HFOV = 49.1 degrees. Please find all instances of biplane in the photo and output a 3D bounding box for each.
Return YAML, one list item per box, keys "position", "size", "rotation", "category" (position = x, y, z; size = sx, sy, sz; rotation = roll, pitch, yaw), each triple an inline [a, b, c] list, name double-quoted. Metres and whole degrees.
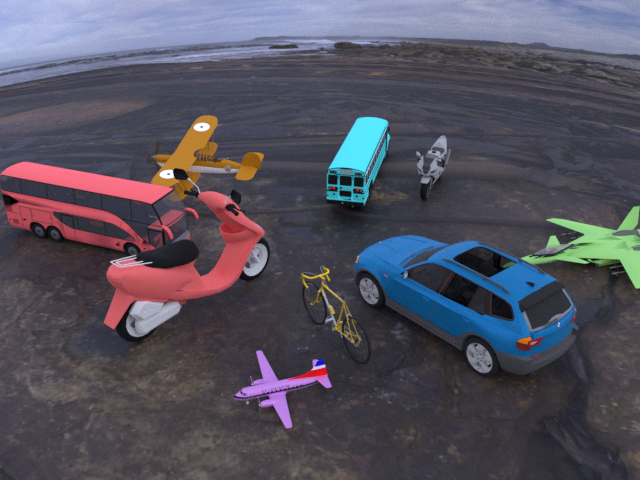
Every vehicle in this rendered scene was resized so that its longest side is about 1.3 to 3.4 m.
- position: [-2.100, -1.372, 12.740]
  size: [2.120, 0.981, 2.598]
  rotation: [5, 29, 10]
  category: "biplane"

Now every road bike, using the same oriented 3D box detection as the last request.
- position: [0.178, 0.895, 8.645]
  size: [0.358, 0.852, 1.545]
  rotation: [-16, 32, -28]
  category: "road bike"

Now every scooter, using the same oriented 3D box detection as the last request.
- position: [-1.646, 0.133, 9.077]
  size: [1.288, 1.786, 2.721]
  rotation: [22, 35, 35]
  category: "scooter"

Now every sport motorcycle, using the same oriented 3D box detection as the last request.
- position: [2.077, -1.340, 12.850]
  size: [0.506, 0.821, 1.520]
  rotation: [10, 30, 18]
  category: "sport motorcycle"

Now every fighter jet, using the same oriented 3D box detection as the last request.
- position: [3.936, 0.063, 10.511]
  size: [2.640, 0.557, 2.229]
  rotation: [-8, 29, -15]
  category: "fighter jet"

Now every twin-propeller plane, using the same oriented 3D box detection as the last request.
- position: [-0.433, 1.593, 7.813]
  size: [1.095, 0.407, 1.370]
  rotation: [-9, 29, -16]
  category: "twin-propeller plane"

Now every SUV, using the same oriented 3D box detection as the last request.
- position: [1.750, 0.588, 8.925]
  size: [1.276, 1.128, 3.058]
  rotation: [-21, 35, -34]
  category: "SUV"

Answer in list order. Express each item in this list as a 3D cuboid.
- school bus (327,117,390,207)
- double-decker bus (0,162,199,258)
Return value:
- position: [0.800, -1.581, 13.276]
  size: [0.709, 0.844, 3.322]
  rotation: [6, 29, 11]
  category: "school bus"
- position: [-3.499, -0.458, 10.958]
  size: [3.251, 1.052, 0.756]
  rotation: [11, 30, 19]
  category: "double-decker bus"
